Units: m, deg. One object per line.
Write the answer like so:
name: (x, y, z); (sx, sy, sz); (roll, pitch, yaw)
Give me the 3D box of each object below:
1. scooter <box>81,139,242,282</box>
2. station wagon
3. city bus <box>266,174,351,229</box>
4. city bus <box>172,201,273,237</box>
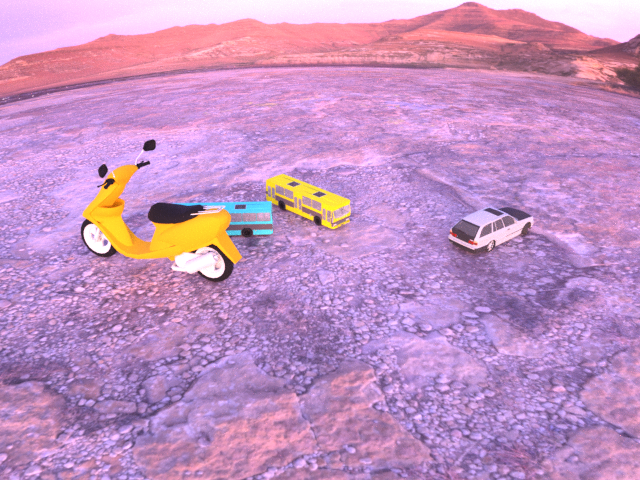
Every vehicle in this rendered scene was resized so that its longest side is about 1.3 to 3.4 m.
scooter: (-2.385, -0.369, 10.012); (2.721, 1.786, 1.288); (11, 29, 20)
station wagon: (2.781, -0.253, 11.221); (1.597, 0.473, 0.682); (-21, 34, -35)
city bus: (-0.227, -0.660, 12.025); (1.674, 0.460, 0.476); (24, 36, 39)
city bus: (-1.603, -0.324, 11.373); (1.674, 0.460, 0.476); (-1, 27, -2)
